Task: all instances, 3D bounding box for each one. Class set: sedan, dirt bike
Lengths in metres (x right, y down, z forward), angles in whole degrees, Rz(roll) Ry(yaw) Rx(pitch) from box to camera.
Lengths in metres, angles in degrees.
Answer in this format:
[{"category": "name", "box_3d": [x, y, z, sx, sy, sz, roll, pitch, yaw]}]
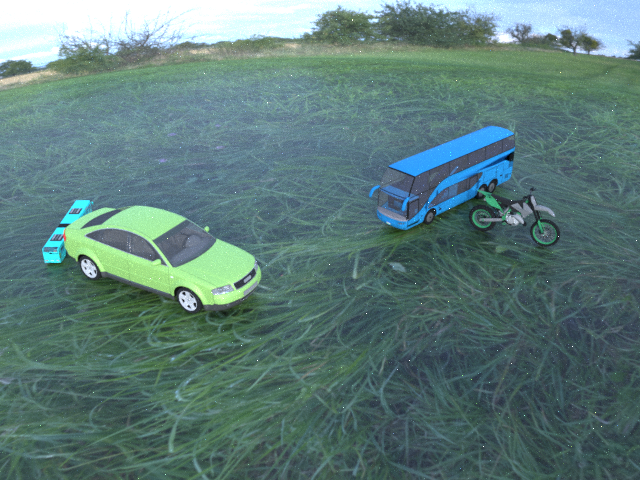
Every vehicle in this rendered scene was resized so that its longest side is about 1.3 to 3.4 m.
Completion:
[{"category": "sedan", "box_3d": [-2.306, 0.137, 10.092, 3.137, 0.940, 1.235, 15, 32, 25]}, {"category": "dirt bike", "box_3d": [3.112, -0.406, 11.180, 1.493, 0.857, 0.527, 16, 32, 27]}]

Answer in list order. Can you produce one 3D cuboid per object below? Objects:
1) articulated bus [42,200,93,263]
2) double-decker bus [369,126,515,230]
[{"category": "articulated bus", "box_3d": [-4.058, -0.164, 11.329, 0.311, 0.289, 1.749, 0, 28, 0]}, {"category": "double-decker bus", "box_3d": [2.243, -1.112, 12.276, 3.251, 1.052, 0.756, -24, 37, -37]}]
